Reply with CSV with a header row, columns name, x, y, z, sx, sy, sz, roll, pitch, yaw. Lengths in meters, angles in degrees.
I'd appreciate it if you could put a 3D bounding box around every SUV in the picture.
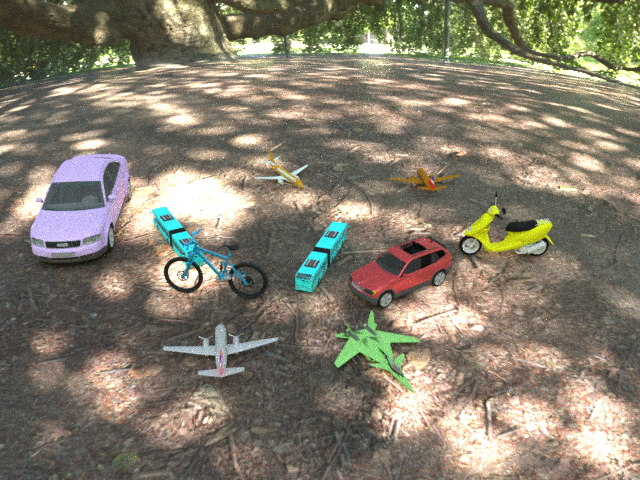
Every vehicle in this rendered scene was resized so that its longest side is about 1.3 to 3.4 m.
name,x,y,z,sx,sy,sz,roll,pitch,yaw
SUV,1.129,0.399,9.732,1.572,0.580,0.656,-18,33,-30

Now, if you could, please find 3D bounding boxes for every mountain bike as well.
name,x,y,z,sx,sy,sz,roll,pitch,yaw
mountain bike,-1.425,0.377,9.469,1.469,0.868,0.573,5,29,8

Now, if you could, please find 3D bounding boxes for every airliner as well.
name,x,y,z,sx,sy,sz,roll,pitch,yaw
airliner,-0.653,-1.323,13.084,1.161,0.429,1.307,-17,33,-28

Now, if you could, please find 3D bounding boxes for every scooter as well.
name,x,y,z,sx,sy,sz,roll,pitch,yaw
scooter,2.802,-0.174,10.438,1.399,0.919,0.662,1,28,2

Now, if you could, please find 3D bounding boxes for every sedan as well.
name,x,y,z,sx,sy,sz,roll,pitch,yaw
sedan,-3.841,-0.684,11.363,1.235,0.940,3.137,-3,28,-5

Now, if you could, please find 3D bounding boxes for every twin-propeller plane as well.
name,x,y,z,sx,sy,sz,roll,pitch,yaw
twin-propeller plane,1.933,-1.146,12.779,1.370,0.407,1.095,-3,28,-6
twin-propeller plane,-1.177,1.263,8.312,1.370,0.407,1.095,-4,29,-7

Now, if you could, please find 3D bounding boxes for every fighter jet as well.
name,x,y,z,sx,sy,sz,roll,pitch,yaw
fighter jet,0.747,1.335,8.305,1.147,0.286,1.358,-13,31,-23

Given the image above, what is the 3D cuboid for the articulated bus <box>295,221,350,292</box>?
name,x,y,z,sx,sy,sz,roll,pitch,yaw
articulated bus,0.048,0.218,10.375,0.311,0.289,1.749,9,30,16

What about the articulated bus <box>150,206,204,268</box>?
name,x,y,z,sx,sy,sz,roll,pitch,yaw
articulated bus,-2.236,-0.067,10.903,0.311,0.289,1.749,-15,32,-25
